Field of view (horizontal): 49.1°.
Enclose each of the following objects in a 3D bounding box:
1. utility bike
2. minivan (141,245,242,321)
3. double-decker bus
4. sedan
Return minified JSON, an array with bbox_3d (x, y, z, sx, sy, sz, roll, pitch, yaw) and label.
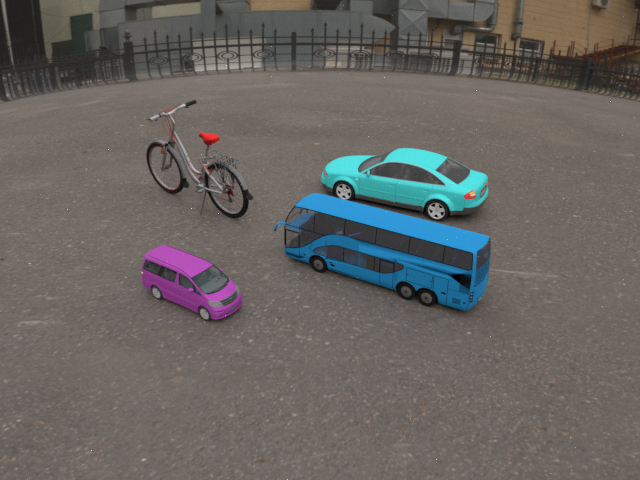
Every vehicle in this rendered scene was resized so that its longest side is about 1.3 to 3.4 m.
[{"bbox_3d":[-2.286,-1.401,12.352,2.791,1.839,1.039,21,34,34],"label":"utility bike"},{"bbox_3d":[-1.816,0.585,9.878,1.548,0.616,0.681,18,33,31],"label":"minivan"},{"bbox_3d":[0.860,0.111,10.314,3.251,1.052,0.756,16,32,28],"label":"double-decker bus"},{"bbox_3d":[1.509,-1.166,12.871,3.137,0.940,1.235,13,30,24],"label":"sedan"}]
